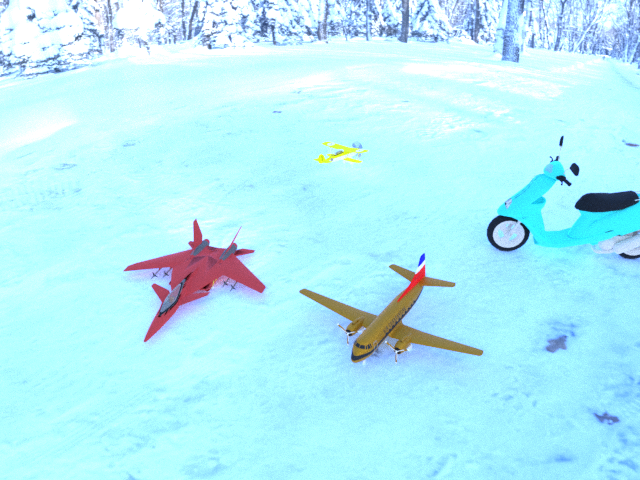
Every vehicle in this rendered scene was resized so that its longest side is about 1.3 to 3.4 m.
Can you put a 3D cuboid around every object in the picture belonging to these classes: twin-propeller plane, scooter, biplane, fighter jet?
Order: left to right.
[{"bbox_3d":[-1.936,0.556,10.145,2.229,0.557,2.640,8,31,13],"label":"fighter jet"},{"bbox_3d":[0.375,-1.708,14.181,1.090,0.504,1.336,-22,36,-33],"label":"biplane"},{"bbox_3d":[0.959,0.915,9.275,2.663,0.792,2.129,17,34,27],"label":"twin-propeller plane"},{"bbox_3d":[4.033,-0.548,10.842,2.721,1.786,1.288,4,30,6],"label":"scooter"}]
